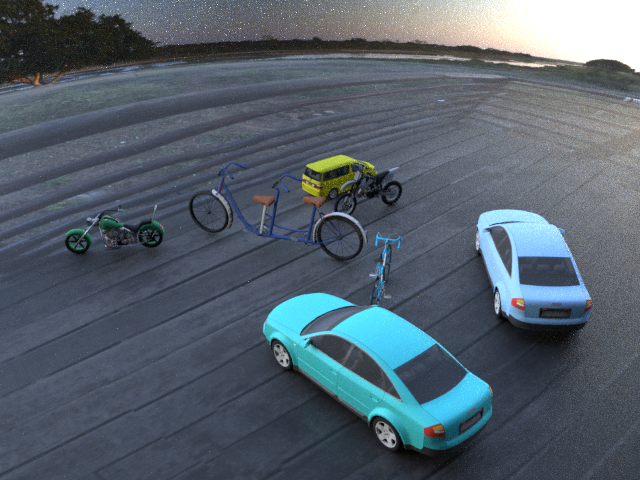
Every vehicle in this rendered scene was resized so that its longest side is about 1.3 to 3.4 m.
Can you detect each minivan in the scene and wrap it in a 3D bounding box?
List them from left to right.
[{"bbox_3d":[0.405,-1.266,13.338,1.548,0.616,0.681,-21,35,-34],"label":"minivan"}]

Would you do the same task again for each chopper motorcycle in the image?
[{"bbox_3d":[-3.288,-0.175,11.181,1.563,0.761,0.466,-3,29,-6],"label":"chopper motorcycle"}]

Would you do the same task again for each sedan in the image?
[{"bbox_3d":[0.552,1.336,8.218,1.235,0.940,3.137,-23,36,-36],"label":"sedan"},{"bbox_3d":[3.051,0.222,10.265,1.235,0.940,3.137,1,29,2],"label":"sedan"}]

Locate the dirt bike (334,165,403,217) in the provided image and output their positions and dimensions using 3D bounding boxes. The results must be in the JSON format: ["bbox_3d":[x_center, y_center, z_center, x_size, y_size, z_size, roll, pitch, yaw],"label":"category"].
[{"bbox_3d":[0.879,-0.897,12.408,1.493,0.857,0.527,-17,33,-29],"label":"dirt bike"}]

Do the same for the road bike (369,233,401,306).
[{"bbox_3d":[0.876,0.462,9.916,0.358,0.852,1.545,7,29,13],"label":"road bike"}]

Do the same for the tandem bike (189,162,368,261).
[{"bbox_3d":[-0.740,-0.477,11.146,3.192,1.326,0.550,11,31,20],"label":"tandem bike"}]
